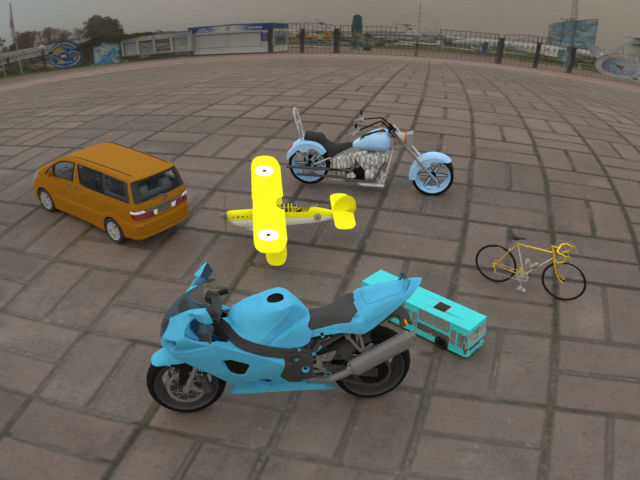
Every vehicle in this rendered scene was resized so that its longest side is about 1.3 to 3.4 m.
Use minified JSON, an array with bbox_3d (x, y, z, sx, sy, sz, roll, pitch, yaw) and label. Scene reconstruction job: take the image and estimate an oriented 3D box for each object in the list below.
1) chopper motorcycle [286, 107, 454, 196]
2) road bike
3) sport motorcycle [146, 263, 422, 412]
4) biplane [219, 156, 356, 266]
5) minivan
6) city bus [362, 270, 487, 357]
[{"bbox_3d":[0.889,-1.585,12.540,3.040,1.480,0.906,4,29,8],"label":"chopper motorcycle"},{"bbox_3d":[2.911,0.338,9.694,1.545,0.852,0.358,16,32,26],"label":"road bike"},{"bbox_3d":[-0.398,1.111,7.514,2.955,1.596,0.983,-4,29,-7],"label":"sport motorcycle"},{"bbox_3d":[-0.491,-0.377,10.860,2.120,0.981,2.598,-3,29,-5],"label":"biplane"},{"bbox_3d":[-3.578,-0.940,11.660,3.011,1.197,1.324,20,35,32],"label":"minivan"},{"bbox_3d":[1.297,0.937,9.011,1.674,0.460,0.476,24,37,36],"label":"city bus"}]
